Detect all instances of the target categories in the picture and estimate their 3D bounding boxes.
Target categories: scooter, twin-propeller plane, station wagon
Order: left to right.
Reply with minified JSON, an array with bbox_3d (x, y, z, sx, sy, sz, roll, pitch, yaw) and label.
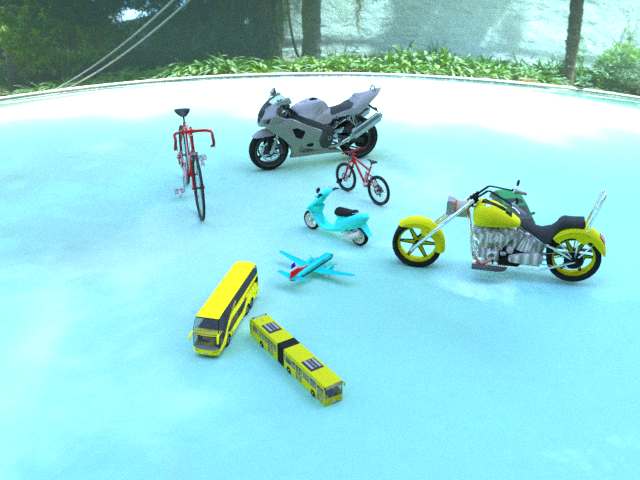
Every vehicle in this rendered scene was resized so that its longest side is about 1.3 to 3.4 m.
[{"bbox_3d":[-0.118,0.350,10.361,1.370,0.407,1.095,17,31,31],"label":"twin-propeller plane"},{"bbox_3d":[0.273,-0.464,11.460,1.399,0.919,0.662,20,32,35],"label":"scooter"},{"bbox_3d":[3.283,-0.445,11.933,0.682,0.473,1.597,1,26,2],"label":"station wagon"}]

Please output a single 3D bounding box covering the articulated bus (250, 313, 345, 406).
[{"bbox_3d":[-0.318,1.387,8.348,0.311,0.289,1.749,-16,30,-30],"label":"articulated bus"}]

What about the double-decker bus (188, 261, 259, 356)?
[{"bbox_3d":[-1.209,0.877,9.115,0.389,0.541,1.672,6,26,12],"label":"double-decker bus"}]

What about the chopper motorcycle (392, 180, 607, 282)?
[{"bbox_3d":[2.593,-0.172,10.210,3.040,1.480,0.906,7,27,13],"label":"chopper motorcycle"}]

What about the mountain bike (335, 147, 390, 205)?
[{"bbox_3d":[0.785,-1.197,13.040,0.573,0.868,1.469,-19,32,-35],"label":"mountain bike"}]

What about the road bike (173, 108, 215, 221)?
[{"bbox_3d":[-2.374,-1.502,12.764,0.697,1.656,3.004,-8,27,-16],"label":"road bike"}]

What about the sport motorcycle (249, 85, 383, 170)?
[{"bbox_3d":[-0.078,-2.368,14.628,2.955,1.596,0.983,-10,27,-20],"label":"sport motorcycle"}]
